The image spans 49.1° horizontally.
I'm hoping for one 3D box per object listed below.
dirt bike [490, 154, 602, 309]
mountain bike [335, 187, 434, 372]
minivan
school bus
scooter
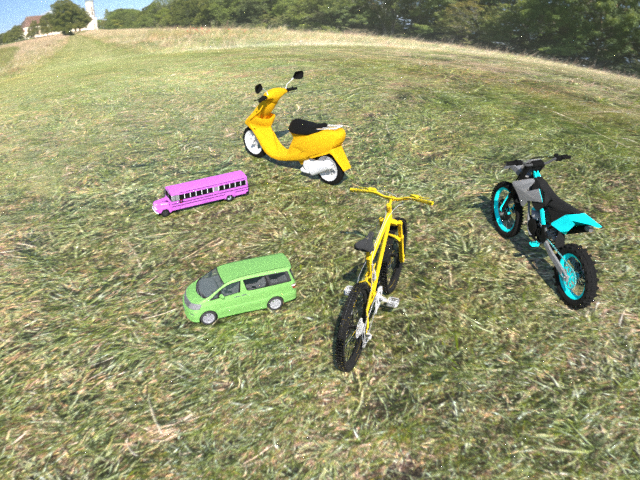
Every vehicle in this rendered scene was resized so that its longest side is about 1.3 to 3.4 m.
[{"bbox_3d":[3.234,-0.319,10.246,1.024,1.666,2.903,-7,31,-12],"label":"dirt bike"},{"bbox_3d":[0.735,0.376,9.034,1.114,1.688,2.857,11,32,18],"label":"mountain bike"},{"bbox_3d":[-1.118,0.649,9.629,1.548,0.616,0.681,-11,32,-18],"label":"minivan"},{"bbox_3d":[-2.112,-0.827,12.340,1.708,0.434,0.365,-16,34,-25],"label":"school bus"},{"bbox_3d":[-0.517,-2.135,13.241,2.721,1.786,1.288,24,38,34],"label":"scooter"}]
